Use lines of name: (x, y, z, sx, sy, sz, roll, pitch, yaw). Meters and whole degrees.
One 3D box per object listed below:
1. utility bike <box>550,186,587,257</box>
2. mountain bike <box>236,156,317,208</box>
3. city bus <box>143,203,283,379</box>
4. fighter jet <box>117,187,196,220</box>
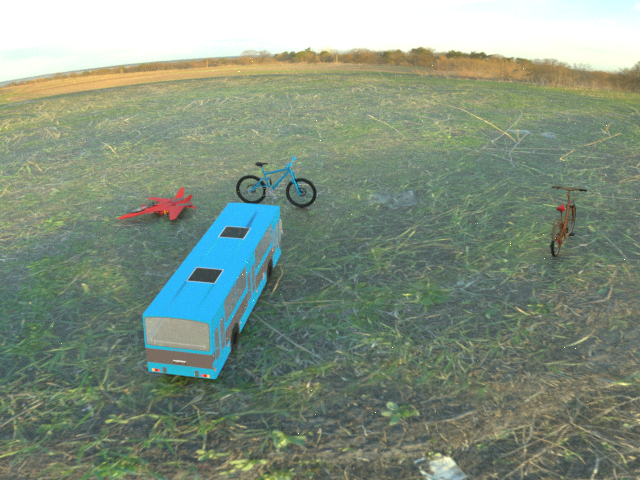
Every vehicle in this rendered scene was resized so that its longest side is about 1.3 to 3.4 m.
utility bike: (3.796, -0.347, 10.980, 0.535, 0.946, 1.435, 15, 30, 28)
mountain bike: (-0.783, -1.006, 12.418, 1.469, 0.868, 0.573, 4, 26, 8)
city bus: (-1.267, 0.555, 9.193, 0.926, 0.894, 3.255, 5, 26, 9)
fighter jet: (-2.902, -0.597, 12.243, 1.358, 0.286, 1.147, -16, 30, -29)
